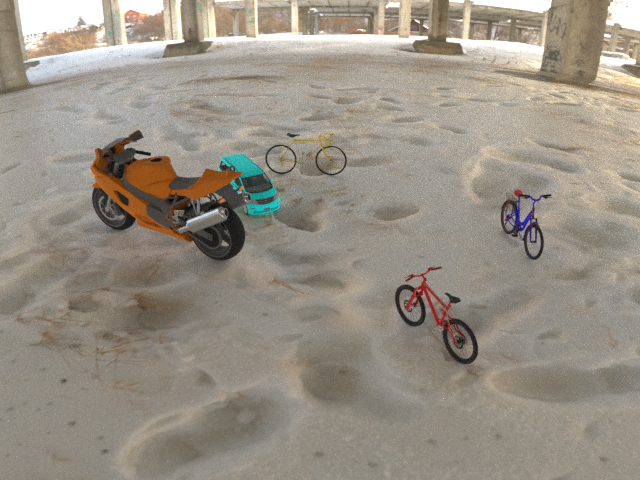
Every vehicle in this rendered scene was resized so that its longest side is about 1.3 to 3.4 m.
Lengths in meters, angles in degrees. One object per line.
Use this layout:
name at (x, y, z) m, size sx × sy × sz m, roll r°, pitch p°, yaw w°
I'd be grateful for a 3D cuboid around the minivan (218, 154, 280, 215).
minivan at (-1.256, -0.981, 12.247) m, size 0.681 × 0.616 × 1.548 m, roll -15°, pitch 32°, yaw -25°

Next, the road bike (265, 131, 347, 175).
road bike at (-0.265, -1.624, 13.182) m, size 1.545 × 0.852 × 0.358 m, roll 2°, pitch 29°, yaw 3°

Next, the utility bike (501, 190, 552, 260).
utility bike at (3.159, -0.364, 10.766) m, size 0.535 × 0.946 × 1.435 m, roll -6°, pitch 29°, yaw -10°

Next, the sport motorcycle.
sport motorcycle at (-2.372, -0.650, 10.612) m, size 2.955 × 1.596 × 0.983 m, roll 14°, pitch 32°, yaw 25°

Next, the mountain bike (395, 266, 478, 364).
mountain bike at (1.407, 0.884, 8.554) m, size 0.573 × 0.868 × 1.469 m, roll -18°, pitch 33°, yaw -29°
